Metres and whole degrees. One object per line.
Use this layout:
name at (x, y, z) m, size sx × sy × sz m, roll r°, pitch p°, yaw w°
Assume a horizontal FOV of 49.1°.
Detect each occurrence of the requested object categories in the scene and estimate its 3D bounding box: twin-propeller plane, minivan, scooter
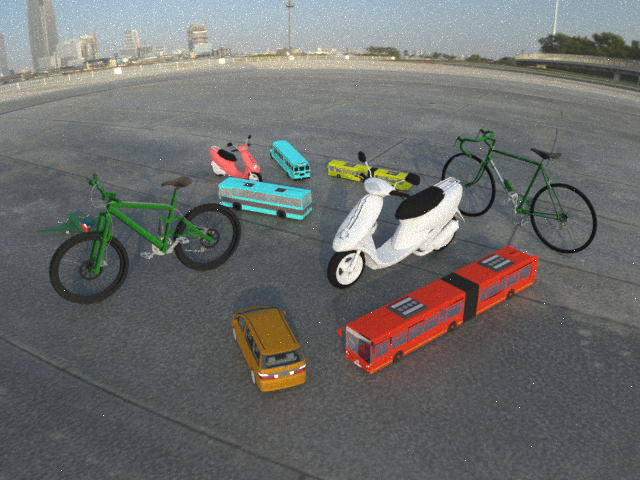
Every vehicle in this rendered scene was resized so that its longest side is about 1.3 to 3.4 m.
twin-propeller plane at (-4.076, -0.306, 11.810) m, size 1.370 × 0.407 × 1.095 m, roll -17°, pitch 32°, yaw -30°
minivan at (-0.665, 1.208, 8.620) m, size 0.681 × 0.616 × 1.548 m, roll -9°, pitch 28°, yaw -17°
scooter at (1.199, -0.385, 10.450) m, size 2.721 × 1.786 × 1.288 m, roll -19°, pitch 33°, yaw -32°
scooter at (-1.676, -1.578, 13.739) m, size 1.399 × 0.919 × 0.662 m, roll 19°, pitch 33°, yaw 33°

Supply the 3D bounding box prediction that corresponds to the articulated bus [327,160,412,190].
articulated bus at (0.964, -1.291, 13.869) m, size 1.749 × 0.289 × 0.311 m, roll 14°, pitch 30°, yaw 25°

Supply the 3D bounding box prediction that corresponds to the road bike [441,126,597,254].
road bike at (3.206, -0.869, 11.541) m, size 0.697 × 1.656 × 3.004 m, roll -22°, pitch 34°, yaw -37°

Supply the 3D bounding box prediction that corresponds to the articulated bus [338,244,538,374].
articulated bus at (1.715, 0.841, 9.397) m, size 3.401 × 0.561 × 0.605 m, roll -21°, pitch 34°, yaw -35°

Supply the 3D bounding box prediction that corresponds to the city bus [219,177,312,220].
city bus at (-0.993, -0.735, 12.593) m, size 1.674 × 0.460 × 0.476 m, roll 11°, pitch 29°, yaw 20°

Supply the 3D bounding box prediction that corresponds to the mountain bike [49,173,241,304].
mountain bike at (-2.442, -0.095, 9.991) m, size 2.857 × 1.688 × 1.114 m, roll -16°, pitch 31°, yaw -28°

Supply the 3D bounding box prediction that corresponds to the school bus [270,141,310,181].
school bus at (-0.649, -1.668, 14.446) m, size 0.365 × 0.434 × 1.708 m, roll -10°, pitch 29°, yaw -18°
